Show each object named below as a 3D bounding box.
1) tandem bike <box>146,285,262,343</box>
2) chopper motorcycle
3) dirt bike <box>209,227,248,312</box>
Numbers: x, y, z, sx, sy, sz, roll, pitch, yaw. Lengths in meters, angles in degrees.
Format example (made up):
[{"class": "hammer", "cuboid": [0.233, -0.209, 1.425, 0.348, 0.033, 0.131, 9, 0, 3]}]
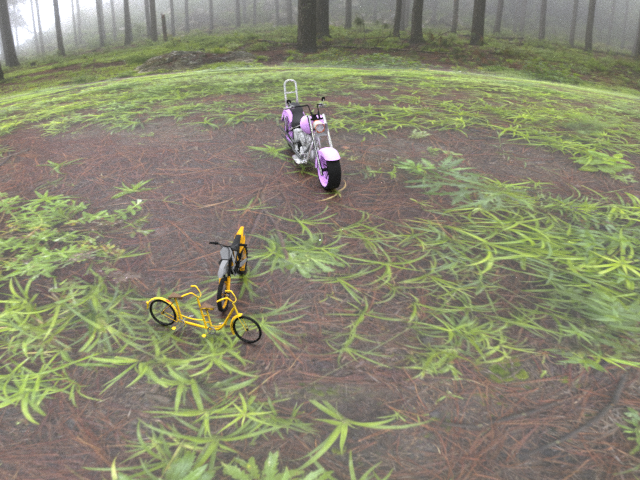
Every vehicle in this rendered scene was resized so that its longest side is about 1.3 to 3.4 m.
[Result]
[{"class": "tandem bike", "cuboid": [-1.501, 0.909, 8.914, 1.642, 0.682, 0.283, 9, 29, 17]}, {"class": "chopper motorcycle", "cuboid": [-0.209, -2.155, 13.996, 0.906, 1.480, 3.040, -9, 29, -17]}, {"class": "dirt bike", "cuboid": [-1.223, 0.341, 9.826, 0.527, 0.857, 1.493, 4, 27, 7]}]
